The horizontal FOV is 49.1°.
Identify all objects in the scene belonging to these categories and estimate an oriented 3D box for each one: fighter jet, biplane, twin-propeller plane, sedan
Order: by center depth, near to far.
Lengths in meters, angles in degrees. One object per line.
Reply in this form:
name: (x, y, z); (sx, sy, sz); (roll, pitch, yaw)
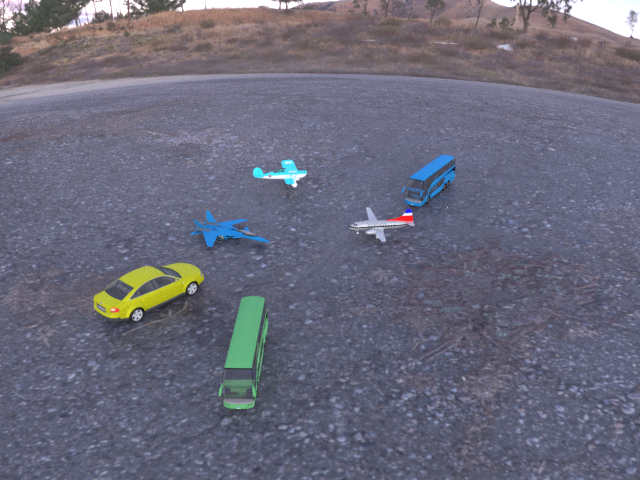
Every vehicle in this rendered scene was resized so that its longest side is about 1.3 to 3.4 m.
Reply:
sedan: (-2.322, 0.631, 9.620); (0.635, 0.483, 1.613); (21, 33, 37)
fighter jet: (-1.411, -0.169, 11.476); (1.358, 0.286, 1.147); (11, 28, 22)
twin-propeller plane: (1.015, -0.303, 11.612); (1.095, 0.407, 1.370); (-3, 26, -7)
biplane: (-0.736, -1.268, 13.471); (1.090, 0.504, 1.336); (-3, 26, -7)

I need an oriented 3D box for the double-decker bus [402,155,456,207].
double-decker bus: (2.069, -1.109, 13.105); (0.389, 0.541, 1.672); (15, 30, 28)

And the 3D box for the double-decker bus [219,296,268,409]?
double-decker bus: (-0.858, 1.299, 8.192); (0.389, 0.541, 1.672); (1, 26, 1)
